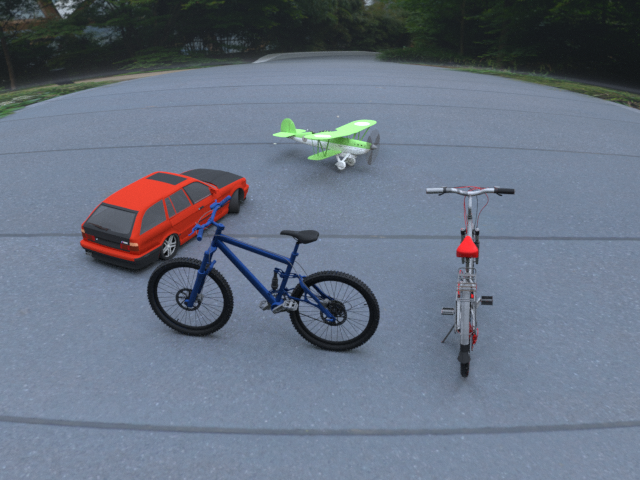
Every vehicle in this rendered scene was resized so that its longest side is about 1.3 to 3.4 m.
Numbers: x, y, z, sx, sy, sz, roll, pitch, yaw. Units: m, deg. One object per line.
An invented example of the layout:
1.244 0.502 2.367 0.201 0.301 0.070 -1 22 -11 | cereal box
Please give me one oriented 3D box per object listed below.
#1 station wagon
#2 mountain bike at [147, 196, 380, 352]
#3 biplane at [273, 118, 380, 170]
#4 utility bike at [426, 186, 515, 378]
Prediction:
-2.357 -0.591 11.175 1.327 0.920 3.105 14 30 24 | station wagon
-0.708 0.504 8.246 2.857 1.688 1.114 5 28 9 | mountain bike
0.159 -1.957 13.729 2.120 0.981 2.598 14 31 25 | biplane
1.714 0.319 8.437 1.039 1.839 2.791 6 28 11 | utility bike
